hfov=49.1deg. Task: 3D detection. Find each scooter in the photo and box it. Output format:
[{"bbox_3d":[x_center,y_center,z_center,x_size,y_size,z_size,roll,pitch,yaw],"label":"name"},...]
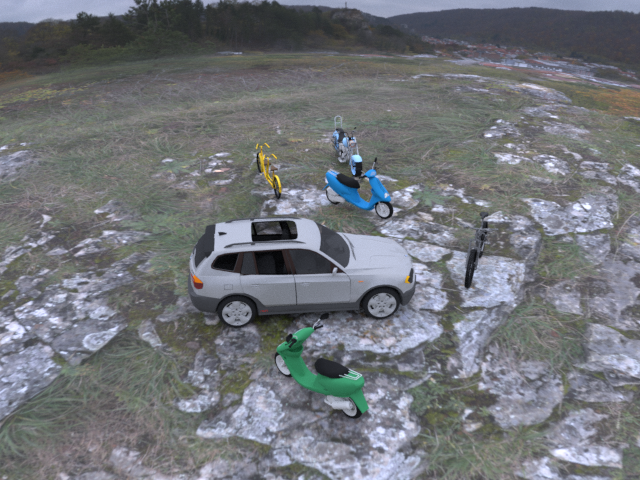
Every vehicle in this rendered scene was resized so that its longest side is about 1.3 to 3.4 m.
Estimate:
[{"bbox_3d":[-0.018,1.366,7.728,1.399,0.919,0.662,25,37,37],"label":"scooter"},{"bbox_3d":[0.641,-0.912,11.847,1.399,0.919,0.662,19,34,30],"label":"scooter"}]

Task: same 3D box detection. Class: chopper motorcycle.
[{"bbox_3d":[0.537,-1.843,13.693,0.466,0.761,1.563,-7,30,-13],"label":"chopper motorcycle"}]

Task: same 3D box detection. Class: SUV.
[{"bbox_3d":[-0.240,0.328,9.388,3.058,1.128,1.276,-3,29,-5],"label":"SUV"}]

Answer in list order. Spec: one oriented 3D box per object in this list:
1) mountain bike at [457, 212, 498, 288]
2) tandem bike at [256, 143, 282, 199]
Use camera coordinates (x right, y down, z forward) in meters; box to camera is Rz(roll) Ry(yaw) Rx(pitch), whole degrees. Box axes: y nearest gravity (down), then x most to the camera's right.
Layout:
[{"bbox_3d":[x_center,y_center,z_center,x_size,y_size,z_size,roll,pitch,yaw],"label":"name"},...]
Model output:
[{"bbox_3d":[2.283,0.062,10.139,0.573,0.868,1.469,11,31,19],"label":"mountain bike"},{"bbox_3d":[-0.952,-1.313,12.816,0.283,0.682,1.642,-9,30,-16],"label":"tandem bike"}]
